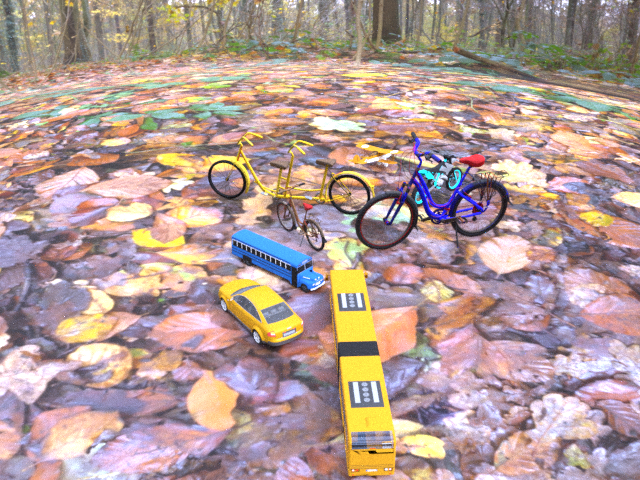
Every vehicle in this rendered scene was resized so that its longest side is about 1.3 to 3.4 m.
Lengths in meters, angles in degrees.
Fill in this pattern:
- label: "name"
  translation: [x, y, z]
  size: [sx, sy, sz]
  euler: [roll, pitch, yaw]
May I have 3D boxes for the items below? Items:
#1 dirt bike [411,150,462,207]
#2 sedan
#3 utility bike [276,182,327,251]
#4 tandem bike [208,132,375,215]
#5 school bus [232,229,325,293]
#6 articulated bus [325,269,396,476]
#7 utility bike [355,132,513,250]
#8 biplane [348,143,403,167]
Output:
- label: "dirt bike"
  translation: [2.196, -1.173, 13.032]
  size: [1.493, 0.857, 0.527]
  euler: [-24, 36, -38]
- label: "sedan"
  translation: [-0.839, 0.893, 9.527]
  size: [0.635, 0.483, 1.613]
  euler: [-18, 33, -30]
- label: "utility bike"
  translation: [-0.365, -0.390, 11.456]
  size: [0.535, 0.946, 1.435]
  euler: [-19, 33, -31]
- label: "tandem bike"
  translation: [-0.570, -1.198, 12.578]
  size: [3.192, 1.326, 0.550]
  euler: [8, 29, 15]
- label: "school bus"
  translation: [-0.652, 0.305, 10.690]
  size: [1.708, 0.434, 0.365]
  euler: [22, 35, 36]
- label: "articulated bus"
  translation: [0.448, 1.405, 8.474]
  size: [0.605, 0.561, 3.401]
  euler: [-1, 28, -2]
- label: "utility bike"
  translation: [1.924, -0.710, 11.107]
  size: [2.791, 1.839, 1.039]
  euler: [-8, 29, -15]
- label: "biplane"
  translation: [1.092, -1.708, 14.419]
  size: [1.090, 0.504, 1.336]
  euler: [-20, 34, -33]
